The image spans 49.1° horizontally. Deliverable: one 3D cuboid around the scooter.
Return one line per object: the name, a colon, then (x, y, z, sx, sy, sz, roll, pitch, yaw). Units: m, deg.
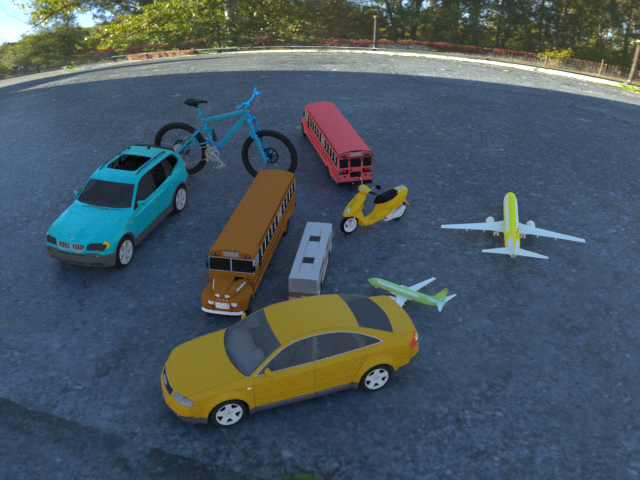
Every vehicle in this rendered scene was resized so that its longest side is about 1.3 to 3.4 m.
scooter: (0.939, -0.650, 11.776, 1.399, 0.919, 0.662, -17, 34, -26)

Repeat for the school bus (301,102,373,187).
school bus: (0.260, -2.051, 14.259, 0.709, 0.844, 3.322, -7, 31, -12)

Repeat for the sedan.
sedan: (-0.340, 1.296, 8.410, 3.137, 0.940, 1.235, -10, 32, -17)

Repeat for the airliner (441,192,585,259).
airliner: (3.154, -0.405, 11.439, 2.257, 0.835, 2.541, 6, 31, 11)

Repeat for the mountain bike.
mountain bike: (-1.815, -1.910, 13.178, 2.857, 1.688, 1.114, 6, 31, 11)

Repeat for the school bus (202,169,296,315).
school bus: (-1.038, -0.040, 10.802, 0.709, 0.844, 3.322, 5, 31, 9)

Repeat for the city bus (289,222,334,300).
city bus: (-0.121, 0.331, 10.546, 0.476, 0.460, 1.674, 4, 30, 7)

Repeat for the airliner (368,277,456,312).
airliner: (1.246, 0.675, 9.985, 1.307, 0.429, 1.161, 20, 36, 30)

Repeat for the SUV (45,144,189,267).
SUV: (-3.270, -0.653, 11.573, 1.276, 1.128, 3.058, 8, 31, 14)
